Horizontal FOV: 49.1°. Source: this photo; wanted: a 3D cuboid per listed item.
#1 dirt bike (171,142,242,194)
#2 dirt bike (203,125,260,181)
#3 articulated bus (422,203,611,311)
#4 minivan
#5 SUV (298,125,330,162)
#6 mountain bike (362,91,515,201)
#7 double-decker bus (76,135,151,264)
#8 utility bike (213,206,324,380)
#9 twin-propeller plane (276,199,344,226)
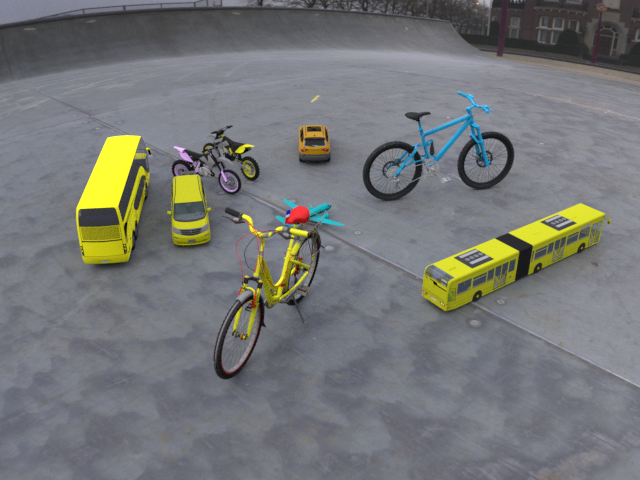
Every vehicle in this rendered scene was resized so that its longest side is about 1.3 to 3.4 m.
[{"bbox_3d":[-2.060,-1.313,12.563,1.493,0.857,0.527,14,32,23],"label":"dirt bike"},{"bbox_3d":[-1.703,-1.655,13.175,1.493,0.857,0.527,22,36,34],"label":"dirt bike"},{"bbox_3d":[2.906,0.193,10.167,3.401,0.561,0.605,-19,34,-30],"label":"articulated bus"},{"bbox_3d":[-2.117,-0.494,11.341,0.681,0.616,1.548,-5,30,-10],"label":"minivan"},{"bbox_3d":[-0.121,-2.049,14.166,0.656,0.580,1.572,-1,29,-2],"label":"SUV"},{"bbox_3d":[2.113,-1.560,12.153,2.857,1.688,1.114,-8,30,-13],"label":"mountain bike"},{"bbox_3d":[-3.294,-0.776,11.400,0.756,1.052,3.251,-3,29,-5],"label":"double-decker bus"},{"bbox_3d":[-0.463,0.390,8.501,1.039,1.839,2.791,13,32,21],"label":"utility bike"},{"bbox_3d":[-0.188,-0.455,11.486,1.370,0.407,1.095,25,38,37],"label":"twin-propeller plane"}]
